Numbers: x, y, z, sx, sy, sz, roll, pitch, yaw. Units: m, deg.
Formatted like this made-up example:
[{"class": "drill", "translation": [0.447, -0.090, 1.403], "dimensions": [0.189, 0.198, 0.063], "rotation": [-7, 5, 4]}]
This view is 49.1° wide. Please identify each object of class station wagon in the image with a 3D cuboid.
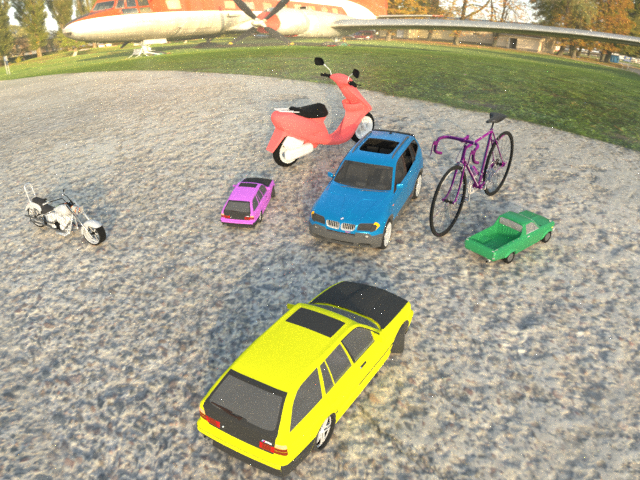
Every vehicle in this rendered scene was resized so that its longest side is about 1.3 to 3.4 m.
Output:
[{"class": "station wagon", "translation": [-1.197, -0.735, 11.855], "dimensions": [0.682, 0.473, 1.597], "rotation": [5, 30, 8]}, {"class": "station wagon", "translation": [-0.013, 1.250, 7.897], "dimensions": [1.327, 0.920, 3.105], "rotation": [17, 34, 27]}]

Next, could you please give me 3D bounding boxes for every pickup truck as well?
[{"class": "pickup truck", "translation": [2.924, -0.109, 10.712], "dimensions": [1.603, 0.511, 0.640], "rotation": [-23, 37, -34]}]

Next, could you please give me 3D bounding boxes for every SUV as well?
[{"class": "SUV", "translation": [0.843, -0.926, 11.528], "dimensions": [1.276, 1.128, 3.058], "rotation": [11, 31, 19]}]

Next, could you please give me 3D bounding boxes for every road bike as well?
[{"class": "road bike", "translation": [2.560, -1.180, 11.441], "dimensions": [0.697, 1.656, 3.004], "rotation": [20, 35, 32]}]

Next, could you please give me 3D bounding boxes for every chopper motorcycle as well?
[{"class": "chopper motorcycle", "translation": [-4.026, -0.407, 10.985], "dimensions": [1.563, 0.761, 0.466], "rotation": [14, 33, 24]}]

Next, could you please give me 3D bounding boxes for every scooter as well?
[{"class": "scooter", "translation": [0.082, -2.502, 13.643], "dimensions": [2.721, 1.786, 1.288], "rotation": [-23, 37, -34]}]
